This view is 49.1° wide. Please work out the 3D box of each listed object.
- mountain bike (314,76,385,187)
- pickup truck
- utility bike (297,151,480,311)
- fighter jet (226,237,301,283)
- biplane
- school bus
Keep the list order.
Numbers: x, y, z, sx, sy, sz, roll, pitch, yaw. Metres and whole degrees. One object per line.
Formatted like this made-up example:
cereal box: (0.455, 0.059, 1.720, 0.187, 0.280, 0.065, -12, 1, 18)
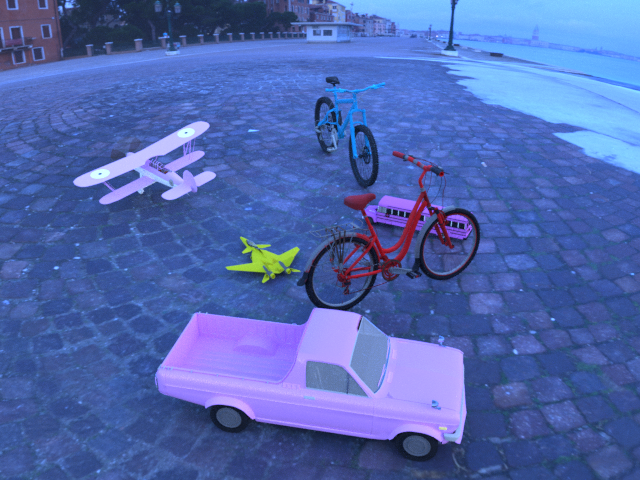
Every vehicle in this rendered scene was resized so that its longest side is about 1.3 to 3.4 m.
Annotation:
mountain bike: (0.434, -2.123, 12.810, 1.114, 1.688, 2.857, -10, 30, -18)
pickup truck: (-0.054, 1.310, 7.169, 3.117, 0.993, 1.244, 6, 29, 11)
utility bike: (0.911, -0.139, 8.968, 2.791, 1.839, 1.039, -14, 31, -24)
fighter jet: (-0.863, 0.152, 10.063, 1.147, 0.286, 1.358, -16, 32, -27)
biplane: (-2.715, -1.121, 11.696, 2.120, 0.981, 2.598, 25, 37, 38)
school bus: (1.488, -0.353, 10.846, 1.708, 0.434, 0.365, 13, 31, 22)
